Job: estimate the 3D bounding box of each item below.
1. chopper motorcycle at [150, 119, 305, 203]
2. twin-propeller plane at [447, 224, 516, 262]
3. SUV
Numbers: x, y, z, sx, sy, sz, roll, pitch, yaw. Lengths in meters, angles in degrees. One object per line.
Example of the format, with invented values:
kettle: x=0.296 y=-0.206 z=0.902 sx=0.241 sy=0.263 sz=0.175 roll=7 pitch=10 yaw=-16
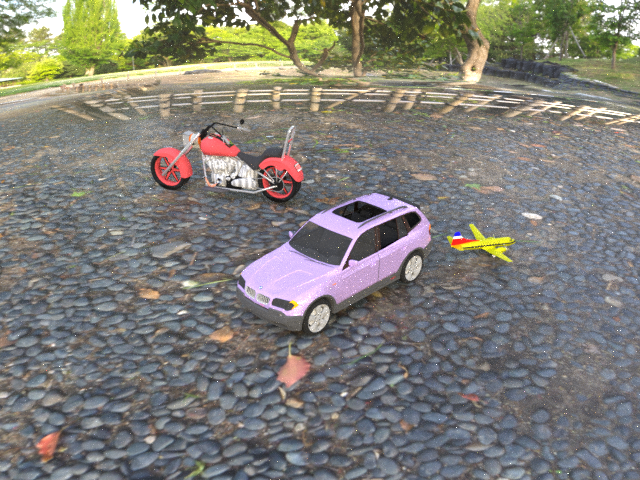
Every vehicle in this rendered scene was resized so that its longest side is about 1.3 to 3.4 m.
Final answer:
chopper motorcycle: x=-1.733 y=-1.485 z=12.650 sx=3.040 sy=1.480 sz=0.906 roll=9 pitch=27 yaw=19
twin-propeller plane: x=2.526 y=0.013 z=10.777 sx=1.095 sy=0.407 sz=1.370 roll=-6 pitch=26 yaw=-12
SUV: x=0.272 y=0.197 z=9.563 sx=3.058 sy=1.128 sz=1.276 roll=-23 pitch=34 yaw=-39
